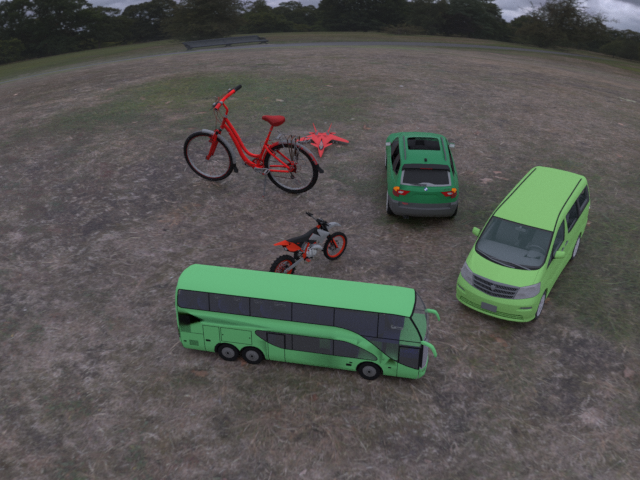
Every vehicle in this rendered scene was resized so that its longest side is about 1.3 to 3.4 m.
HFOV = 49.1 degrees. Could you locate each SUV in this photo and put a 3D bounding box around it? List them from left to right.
[{"bbox_3d":[1.824,-1.396,12.734,1.276,1.128,3.058,2,30,3],"label":"SUV"}]

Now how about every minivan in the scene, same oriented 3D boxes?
[{"bbox_3d":[3.063,-0.013,10.312,1.324,1.197,3.011,18,35,27],"label":"minivan"}]

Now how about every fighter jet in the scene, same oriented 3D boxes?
[{"bbox_3d":[0.033,-2.102,14.768,1.147,0.286,1.358,1,30,1],"label":"fighter jet"}]

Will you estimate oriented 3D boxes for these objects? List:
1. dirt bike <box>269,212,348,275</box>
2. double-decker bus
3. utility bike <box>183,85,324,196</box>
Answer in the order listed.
[{"bbox_3d":[-0.159,0.094,10.466,1.493,0.857,0.527,-23,37,-34],"label":"dirt bike"},{"bbox_3d":[-0.167,1.016,8.704,3.251,1.052,0.756,6,31,10],"label":"double-decker bus"},{"bbox_3d":[-1.285,-1.711,12.570,2.791,1.839,1.039,10,32,16],"label":"utility bike"}]
